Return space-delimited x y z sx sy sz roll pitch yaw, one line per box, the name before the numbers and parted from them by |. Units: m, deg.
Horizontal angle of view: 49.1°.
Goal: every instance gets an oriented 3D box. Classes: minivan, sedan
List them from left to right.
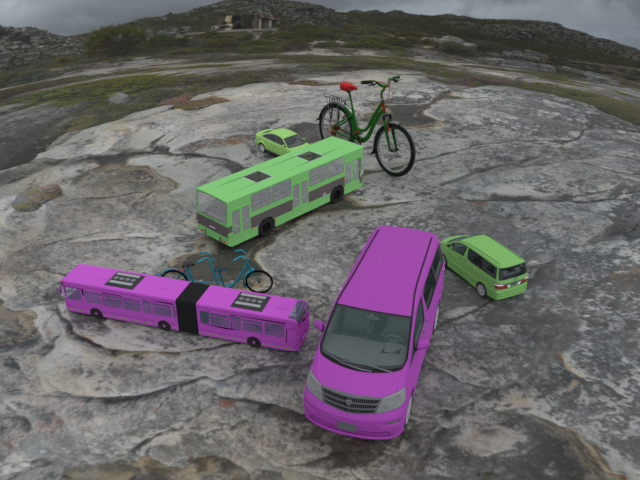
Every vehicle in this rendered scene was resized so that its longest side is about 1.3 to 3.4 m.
sedan | -0.694 -1.997 14.543 0.635 0.483 1.613 -25 37 -37
minivan | 0.741 0.988 8.431 1.324 1.197 3.011 9 30 15
minivan | 2.348 0.285 10.295 0.681 0.616 1.548 -14 32 -23

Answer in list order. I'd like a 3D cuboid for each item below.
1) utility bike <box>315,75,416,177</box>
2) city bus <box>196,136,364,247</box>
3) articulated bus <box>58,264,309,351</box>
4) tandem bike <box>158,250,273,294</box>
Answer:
utility bike | 0.932 -2.425 13.917 1.039 1.839 2.791 -23 37 -36
city bus | -0.592 -0.869 12.087 0.926 0.894 3.255 25 37 37
articulated bus | -1.833 0.873 9.293 3.401 0.561 0.605 8 30 14
tandem bike | -1.486 0.472 9.891 1.642 0.682 0.283 0 29 0
